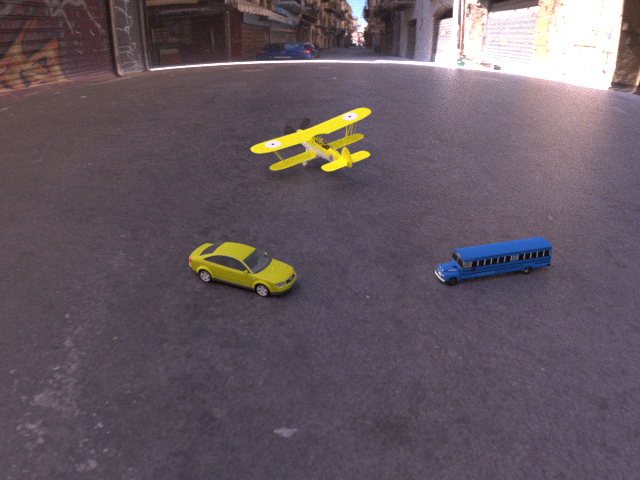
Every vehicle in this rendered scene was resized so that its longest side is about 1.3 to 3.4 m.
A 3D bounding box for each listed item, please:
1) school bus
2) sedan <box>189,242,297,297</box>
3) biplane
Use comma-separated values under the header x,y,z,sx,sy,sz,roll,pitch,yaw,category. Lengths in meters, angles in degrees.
x,y,z,sx,sy,sz,roll,pitch,yaw,category
2.505,0.295,10.126,1.708,0.434,0.365,-8,29,-14,school bus
-1.100,0.358,9.955,1.613,0.483,0.635,12,30,22,sedan
0.015,-1.752,13.407,2.598,0.981,2.120,-15,31,-26,biplane
